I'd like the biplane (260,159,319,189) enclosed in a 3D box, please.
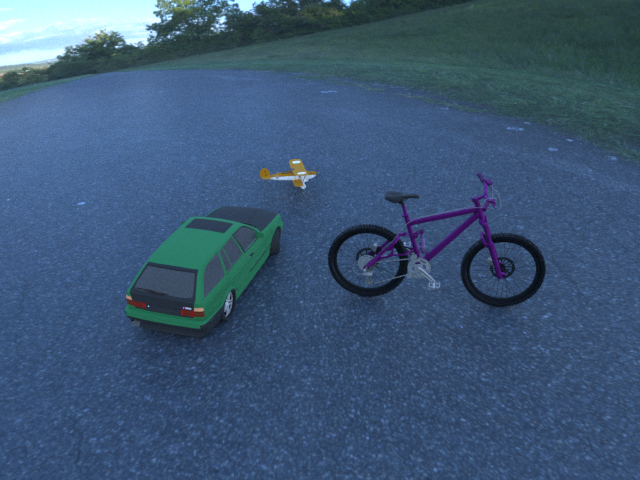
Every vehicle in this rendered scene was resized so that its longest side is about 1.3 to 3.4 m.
[{"bbox_3d":[-0.554,-1.190,12.815,1.090,0.504,1.336,-4,28,-7],"label":"biplane"}]

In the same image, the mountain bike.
[{"bbox_3d":[1.520,0.080,9.152,2.857,1.688,1.114,4,28,7],"label":"mountain bike"}]

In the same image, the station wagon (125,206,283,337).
[{"bbox_3d":[-1.488,0.165,9.811,1.327,0.920,3.105,8,29,15],"label":"station wagon"}]
